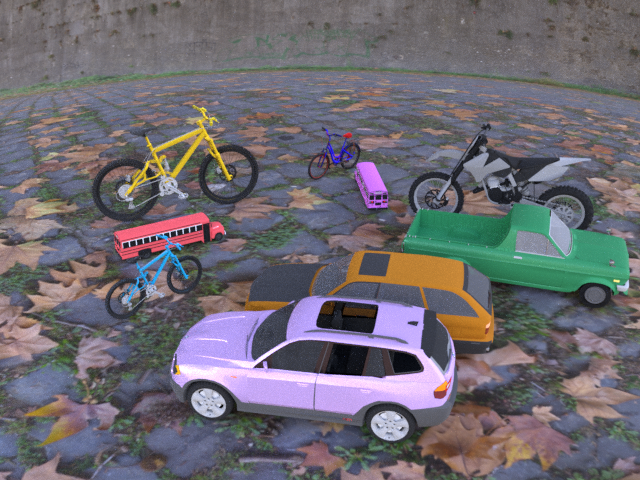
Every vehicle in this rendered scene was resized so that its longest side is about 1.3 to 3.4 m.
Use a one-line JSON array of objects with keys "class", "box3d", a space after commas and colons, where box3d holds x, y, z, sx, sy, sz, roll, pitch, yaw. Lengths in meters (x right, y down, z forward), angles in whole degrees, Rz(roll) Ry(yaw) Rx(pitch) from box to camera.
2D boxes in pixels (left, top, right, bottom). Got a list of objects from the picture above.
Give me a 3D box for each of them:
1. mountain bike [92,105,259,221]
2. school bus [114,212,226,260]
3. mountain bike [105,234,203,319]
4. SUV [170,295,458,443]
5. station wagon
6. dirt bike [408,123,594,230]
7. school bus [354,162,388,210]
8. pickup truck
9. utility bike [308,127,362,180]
[{"class": "mountain bike", "box3d": [-2.401, -1.248, 11.775, 2.857, 1.688, 1.114, -11, 29, -21]}, {"class": "school bus", "box3d": [-2.295, -0.079, 10.842, 1.708, 0.434, 0.365, -15, 30, -27]}, {"class": "mountain bike", "box3d": [-2.181, 0.480, 9.241, 1.469, 0.868, 0.573, -23, 35, -38]}, {"class": "SUV", "box3d": [-0.069, 1.223, 7.468, 3.058, 1.128, 1.276, 5, 27, 9]}, {"class": "station wagon", "box3d": [0.603, 0.686, 8.772, 3.105, 0.920, 1.327, 5, 27, 10]}, {"class": "dirt bike", "box3d": [2.859, -0.886, 11.077, 2.903, 1.666, 1.024, 7, 28, 14]}, {"class": "school bus", "box3d": [0.908, -1.013, 12.706, 0.365, 0.434, 1.708, -3, 27, -5]}, {"class": "pickup truck", "box3d": [2.762, 0.067, 9.927, 3.117, 0.993, 1.244, 8, 28, 16]}, {"class": "utility bike", "box3d": [0.345, -1.702, 13.511, 1.435, 0.946, 0.535, -22, 34, -37]}]
